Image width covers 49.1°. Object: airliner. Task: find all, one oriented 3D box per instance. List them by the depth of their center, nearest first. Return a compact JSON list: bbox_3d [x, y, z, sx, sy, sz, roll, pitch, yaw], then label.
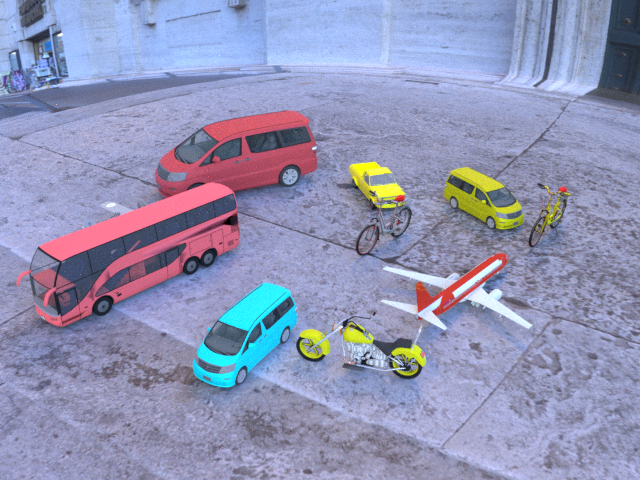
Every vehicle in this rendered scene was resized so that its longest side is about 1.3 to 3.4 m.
[{"bbox_3d":[1.964,0.478,9.500,2.257,0.835,2.541,22,35,36],"label":"airliner"}]

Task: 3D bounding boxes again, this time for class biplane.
[{"bbox_3d":[-3.323,-0.318,11.377,1.090,0.504,1.336,-24,36,-38],"label":"biplane"}]

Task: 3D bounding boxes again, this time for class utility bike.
[{"bbox_3d":[1.074,-0.319,10.903,0.535,0.946,1.435,23,35,37],"label":"utility bike"},{"bbox_3d":[3.733,-0.461,11.172,0.535,0.946,1.435,20,34,33],"label":"utility bike"}]

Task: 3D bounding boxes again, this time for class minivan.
[{"bbox_3d":[-0.896,1.128,8.496,0.681,0.616,1.548,15,31,27],"label":"minivan"},{"bbox_3d":[2.822,-0.722,12.028,0.681,0.616,1.548,-15,31,-27],"label":"minivan"},{"bbox_3d":[-1.564,-1.572,13.023,3.011,1.197,1.324,-14,31,-25],"label":"minivan"}]

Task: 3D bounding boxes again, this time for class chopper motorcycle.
[{"bbox_3d":[0.471,1.199,8.204,1.563,0.761,0.466,9,29,17],"label":"chopper motorcycle"}]

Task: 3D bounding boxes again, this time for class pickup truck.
[{"bbox_3d":[1.032,-1.065,12.796,0.640,0.511,1.603,-8,29,-14],"label":"pickup truck"}]

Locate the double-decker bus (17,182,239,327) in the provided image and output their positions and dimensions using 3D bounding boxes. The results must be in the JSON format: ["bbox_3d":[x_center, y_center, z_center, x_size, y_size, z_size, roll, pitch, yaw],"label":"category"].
[{"bbox_3d":[-2.546,0.153,9.886,0.756,1.052,3.251,23,36,37],"label":"double-decker bus"}]
